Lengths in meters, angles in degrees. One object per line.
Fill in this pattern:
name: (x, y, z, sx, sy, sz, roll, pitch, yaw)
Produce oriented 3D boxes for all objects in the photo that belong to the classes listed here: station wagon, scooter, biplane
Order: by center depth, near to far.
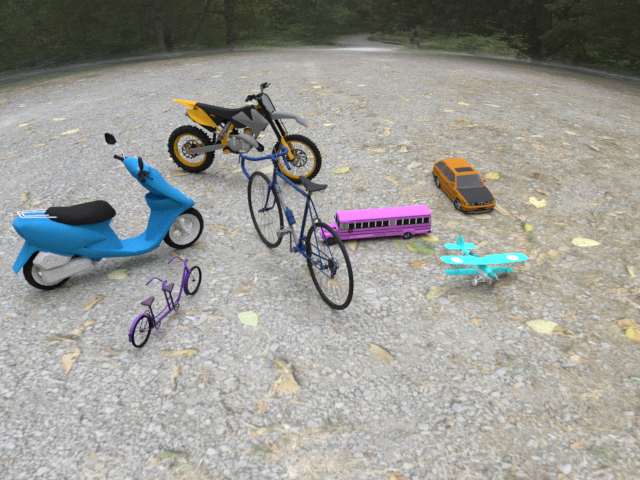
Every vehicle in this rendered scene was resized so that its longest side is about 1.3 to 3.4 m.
scooter: (-2.866, -0.387, 9.551, 2.721, 1.786, 1.288, -19, 34, -30)
biplane: (2.171, 0.296, 9.642, 1.336, 0.504, 1.090, -10, 31, -17)
station wagon: (2.451, -0.976, 11.964, 0.682, 0.473, 1.597, -6, 30, -11)

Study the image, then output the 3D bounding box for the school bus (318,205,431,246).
school bus: (0.830, -0.238, 10.676, 1.708, 0.434, 0.365, -5, 29, -8)

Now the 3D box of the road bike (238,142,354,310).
road bike: (-0.350, -0.272, 9.479, 0.697, 1.656, 3.004, -16, 33, -26)

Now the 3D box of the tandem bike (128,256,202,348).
tandem bike: (-1.911, 0.698, 8.735, 0.283, 0.682, 1.642, 11, 31, 19)

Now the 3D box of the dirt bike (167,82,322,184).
dirt bike: (-1.371, -1.866, 12.339, 2.903, 1.666, 1.024, 7, 30, 13)
